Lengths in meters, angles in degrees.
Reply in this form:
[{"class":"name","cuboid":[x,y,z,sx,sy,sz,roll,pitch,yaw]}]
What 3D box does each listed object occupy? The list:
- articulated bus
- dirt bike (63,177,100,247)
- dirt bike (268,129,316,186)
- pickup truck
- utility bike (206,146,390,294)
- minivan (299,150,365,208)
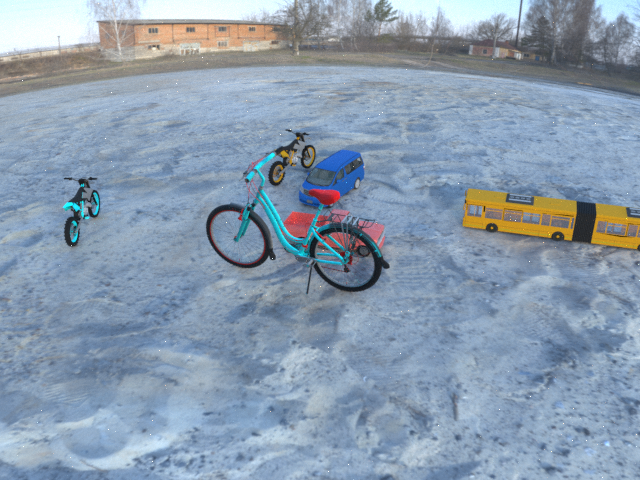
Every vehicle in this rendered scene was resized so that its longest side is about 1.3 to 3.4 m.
[{"class":"articulated bus","cuboid":[3.958,-0.309,11.052,3.401,0.561,0.605,8,28,15]},{"class":"dirt bike","cuboid":[-3.814,-0.539,11.176,0.527,0.857,1.493,1,27,2]},{"class":"dirt bike","cuboid":[-0.519,-1.604,13.241,0.527,0.857,1.493,17,32,29]},{"class":"pickup truck","cuboid":[0.201,-0.179,10.854,1.603,0.511,0.640,8,28,15]},{"class":"utility bike","cuboid":[-0.409,-0.190,9.426,2.791,1.839,1.039,11,29,20]},{"class":"minivan","cuboid":[0.219,-1.105,12.537,0.681,0.616,1.548,15,31,27]}]
